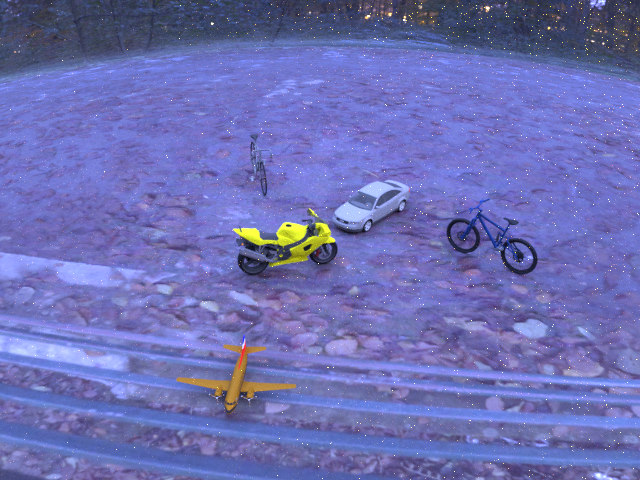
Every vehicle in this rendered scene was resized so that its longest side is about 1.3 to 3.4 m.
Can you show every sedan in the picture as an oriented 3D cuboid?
[{"bbox_3d":[0.859,-0.619,11.570,0.635,0.483,1.613,24,38,35],"label":"sedan"}]

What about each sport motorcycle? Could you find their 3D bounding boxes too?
[{"bbox_3d":[-0.475,0.062,10.077,1.520,0.821,0.506,-8,31,-13],"label":"sport motorcycle"}]

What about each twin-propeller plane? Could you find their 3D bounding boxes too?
[{"bbox_3d":[-0.941,1.537,7.975,1.370,0.407,1.095,2,31,4],"label":"twin-propeller plane"}]

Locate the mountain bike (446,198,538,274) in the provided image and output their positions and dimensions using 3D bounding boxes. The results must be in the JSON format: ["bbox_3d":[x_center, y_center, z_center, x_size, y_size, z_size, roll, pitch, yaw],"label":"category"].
[{"bbox_3d":[2.507,-0.050,10.222,1.469,0.868,0.573,23,38,34],"label":"mountain bike"}]

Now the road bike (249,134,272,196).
[{"bbox_3d":[-1.112,-1.411,12.555,0.358,0.852,1.545,-7,31,-12],"label":"road bike"}]
